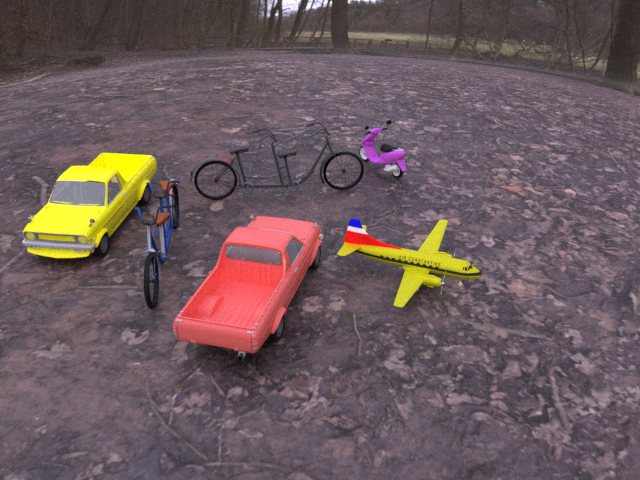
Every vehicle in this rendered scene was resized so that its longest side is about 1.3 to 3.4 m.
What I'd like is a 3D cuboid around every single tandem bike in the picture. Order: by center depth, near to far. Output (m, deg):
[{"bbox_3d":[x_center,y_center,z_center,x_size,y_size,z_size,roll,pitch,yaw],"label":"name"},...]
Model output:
[{"bbox_3d":[-2.386,-0.254,10.592,0.550,1.326,3.192,-1,29,-3],"label":"tandem bike"},{"bbox_3d":[-0.756,-1.411,12.654,3.192,1.326,0.550,-5,30,-9],"label":"tandem bike"}]

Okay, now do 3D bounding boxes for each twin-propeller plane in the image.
[{"bbox_3d":[1.351,0.192,10.342,2.129,0.792,2.663,11,31,19],"label":"twin-propeller plane"}]

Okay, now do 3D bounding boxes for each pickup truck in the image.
[{"bbox_3d":[-0.877,0.443,9.688,1.244,0.993,3.117,8,30,13],"label":"pickup truck"},{"bbox_3d":[-3.787,-0.755,11.824,1.244,0.993,3.117,4,30,7],"label":"pickup truck"}]

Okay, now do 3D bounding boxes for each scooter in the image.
[{"bbox_3d":[1.229,-1.816,13.792,0.662,0.919,1.399,-19,34,-30],"label":"scooter"}]
